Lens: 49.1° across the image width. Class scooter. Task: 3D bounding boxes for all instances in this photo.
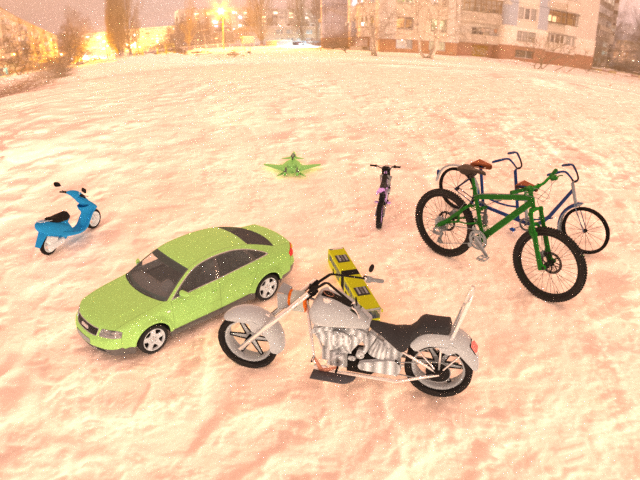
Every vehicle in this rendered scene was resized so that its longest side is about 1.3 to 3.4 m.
[{"bbox_3d":[-4.009,-0.390,11.106,0.662,0.919,1.399,12,30,22],"label":"scooter"}]

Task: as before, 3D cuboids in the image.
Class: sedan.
[{"bbox_3d":[-1.746,0.504,9.391,3.137,0.940,1.235,-24,36,-37],"label":"sedan"}]

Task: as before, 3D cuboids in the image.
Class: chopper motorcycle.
[{"bbox_3d":[0.278,0.977,7.919,3.040,1.480,0.906,7,29,14],"label":"chopper motorcycle"}]

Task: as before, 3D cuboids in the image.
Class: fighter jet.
[{"bbox_3d":[-0.555,-1.629,14.126,1.147,0.286,1.358,0,28,1],"label":"fighter jet"}]

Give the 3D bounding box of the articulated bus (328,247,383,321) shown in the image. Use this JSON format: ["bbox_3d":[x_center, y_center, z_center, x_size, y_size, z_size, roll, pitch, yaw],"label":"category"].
[{"bbox_3d":[0.457,0.618,9.873,0.311,0.289,1.749,-7,29,-13],"label":"articulated bus"}]

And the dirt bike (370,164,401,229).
[{"bbox_3d":[1.084,-0.826,11.995,0.527,0.857,1.493,5,28,10],"label":"dirt bike"}]

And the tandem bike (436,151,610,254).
[{"bbox_3d":[3.217,-0.775,11.398,3.192,1.326,0.550,25,36,38],"label":"tandem bike"}]

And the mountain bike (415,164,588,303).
[{"bbox_3d":[2.503,-0.224,9.969,1.114,1.688,2.857,-24,36,-38],"label":"mountain bike"}]
